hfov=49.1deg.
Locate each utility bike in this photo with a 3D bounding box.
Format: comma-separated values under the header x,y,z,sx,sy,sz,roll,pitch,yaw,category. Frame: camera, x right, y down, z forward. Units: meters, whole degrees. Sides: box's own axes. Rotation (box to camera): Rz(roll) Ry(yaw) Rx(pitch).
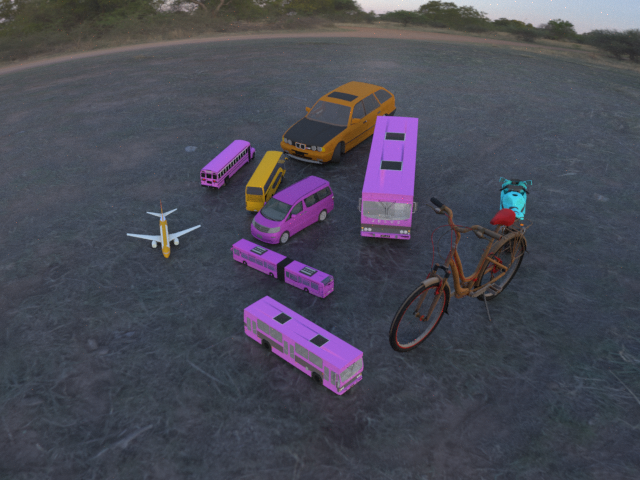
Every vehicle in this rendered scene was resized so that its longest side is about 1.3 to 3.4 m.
x,y,z,sx,sy,sz,roll,pitch,yaw,category
1.954,0.348,8.856,2.791,1.839,1.039,-25,39,-34,utility bike

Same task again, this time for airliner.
x,y,z,sx,sy,sz,roll,pitch,yaw,category
-2.467,-0.169,11.058,1.161,0.429,1.307,-7,32,-12,airliner

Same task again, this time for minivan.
x,y,z,sx,sy,sz,roll,pitch,yaw,category
-0.447,-0.498,11.420,0.681,0.616,1.548,24,39,34,minivan

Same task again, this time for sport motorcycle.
x,y,z,sx,sy,sz,roll,pitch,yaw,category
3.051,-0.430,11.111,0.506,0.821,1.520,7,32,12,sport motorcycle

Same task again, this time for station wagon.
x,y,z,sx,sy,sz,roll,pitch,yaw,category
0.421,-2.512,14.431,1.327,0.920,3.105,18,36,27,station wagon

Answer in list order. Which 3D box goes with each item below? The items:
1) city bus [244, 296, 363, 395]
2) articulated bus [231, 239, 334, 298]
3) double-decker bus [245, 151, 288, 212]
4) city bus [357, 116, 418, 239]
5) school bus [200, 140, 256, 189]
x,y,z,sx,sy,sz,roll,pitch,yaw,category
-0.233,1.286,8.641,1.674,0.460,0.476,26,40,36,city bus
-0.573,0.399,10.261,1.749,0.289,0.311,21,37,31,articulated bus
-0.944,-1.079,12.445,0.389,0.541,1.672,5,32,9,double-decker bus
1.254,-1.149,12.219,0.926,0.894,3.255,4,32,7,city bus
-1.696,-1.466,13.182,0.365,0.434,1.708,10,33,17,school bus
